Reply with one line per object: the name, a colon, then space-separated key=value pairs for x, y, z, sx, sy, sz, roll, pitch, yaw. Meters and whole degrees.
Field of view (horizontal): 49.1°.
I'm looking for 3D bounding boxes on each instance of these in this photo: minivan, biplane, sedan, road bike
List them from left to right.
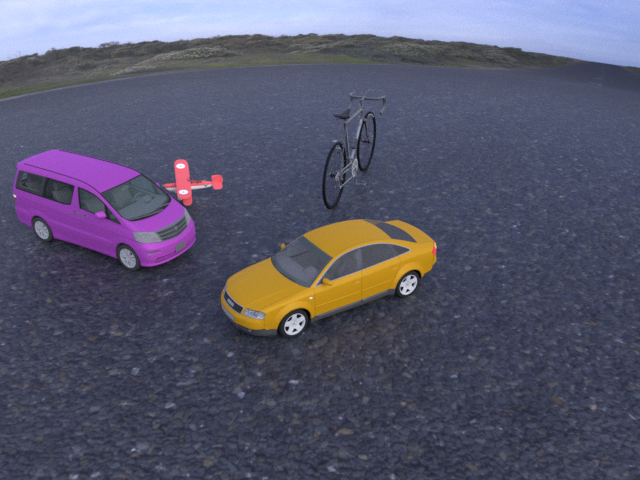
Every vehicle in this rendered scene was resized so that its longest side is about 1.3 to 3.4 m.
minivan: x=-3.365 y=-0.527 z=10.872 sx=3.011 sy=1.197 sz=1.324 roll=15 pitch=31 yaw=26
biplane: x=-2.274 y=-0.978 z=12.482 sx=1.090 sy=0.504 sz=1.336 roll=-6 pitch=28 yaw=-11
sedan: x=0.162 y=0.365 z=9.445 sx=3.137 sy=0.940 sz=1.235 roll=-16 pitch=32 yaw=-28
road bike: x=0.579 y=-1.718 z=12.654 sx=0.697 sy=1.656 sz=3.004 roll=10 pitch=29 yaw=18
